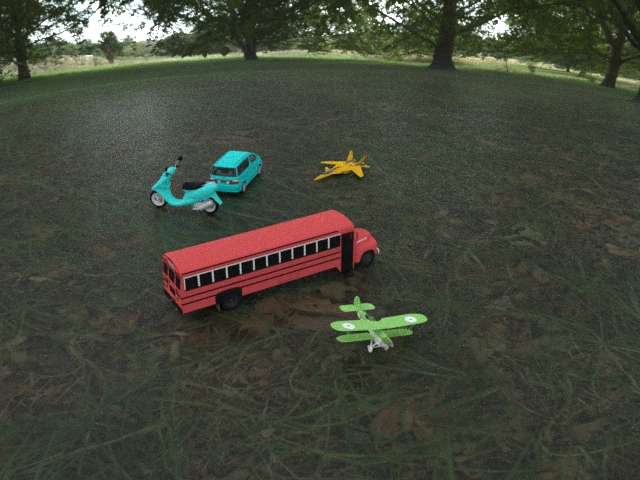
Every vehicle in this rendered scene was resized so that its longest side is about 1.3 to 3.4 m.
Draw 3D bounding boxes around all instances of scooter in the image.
[{"bbox_3d":[-2.423,-0.947,12.476,1.399,0.919,0.662,7,28,14],"label":"scooter"}]

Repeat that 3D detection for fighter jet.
[{"bbox_3d":[0.356,-1.476,14.213,1.147,0.286,1.358,24,36,39],"label":"fighter jet"}]

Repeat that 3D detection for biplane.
[{"bbox_3d":[0.687,1.084,8.944,1.336,0.504,1.090,-11,29,-21],"label":"biplane"}]

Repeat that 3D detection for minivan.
[{"bbox_3d":[-1.622,-1.416,13.732,0.681,0.616,1.548,6,28,12],"label":"minivan"}]

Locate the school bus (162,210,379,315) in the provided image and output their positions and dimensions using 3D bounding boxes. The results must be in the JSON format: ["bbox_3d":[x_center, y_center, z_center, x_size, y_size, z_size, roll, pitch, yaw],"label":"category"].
[{"bbox_3d":[-0.603,0.247,10.213,3.322,0.844,0.709,-16,31,-28],"label":"school bus"}]
